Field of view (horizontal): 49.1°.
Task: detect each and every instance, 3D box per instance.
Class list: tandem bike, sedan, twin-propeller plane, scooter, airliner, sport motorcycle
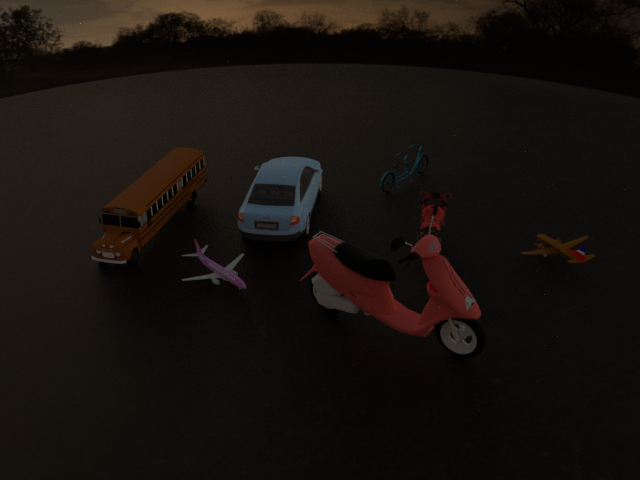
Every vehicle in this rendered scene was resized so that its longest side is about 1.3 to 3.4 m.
[{"bbox_3d":[1.690,-1.444,13.836,0.283,0.682,1.642,22,35,35],"label":"tandem bike"},{"bbox_3d":[-0.660,-0.935,12.620,1.235,0.940,3.137,4,29,7],"label":"sedan"},{"bbox_3d":[3.865,0.095,11.270,1.370,0.407,1.095,-12,31,-22],"label":"twin-propeller plane"},{"bbox_3d":[0.924,0.459,9.141,2.721,1.786,1.288,16,32,28],"label":"scooter"},{"bbox_3d":[-1.547,0.378,10.720,1.161,0.429,1.307,-24,37,-37],"label":"airliner"},{"bbox_3d":[1.832,-0.247,11.469,0.506,0.821,1.520,6,29,11],"label":"sport motorcycle"}]

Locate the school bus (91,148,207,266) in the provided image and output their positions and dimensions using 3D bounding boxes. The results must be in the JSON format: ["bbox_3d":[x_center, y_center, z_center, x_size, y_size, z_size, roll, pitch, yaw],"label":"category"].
[{"bbox_3d":[-2.912,-0.648,12.188,0.709,0.844,3.322,7,29,12],"label":"school bus"}]
